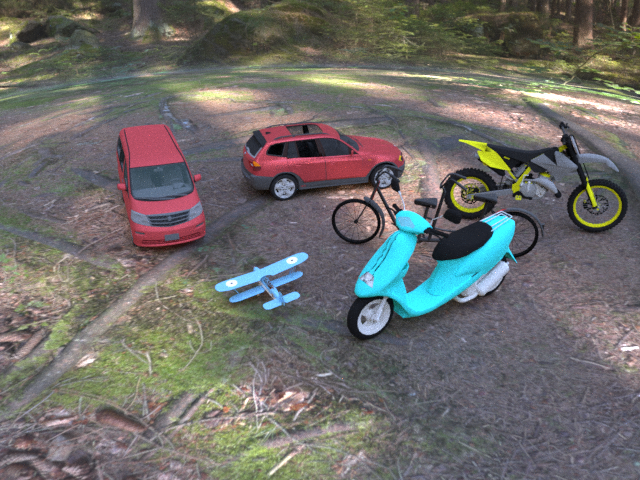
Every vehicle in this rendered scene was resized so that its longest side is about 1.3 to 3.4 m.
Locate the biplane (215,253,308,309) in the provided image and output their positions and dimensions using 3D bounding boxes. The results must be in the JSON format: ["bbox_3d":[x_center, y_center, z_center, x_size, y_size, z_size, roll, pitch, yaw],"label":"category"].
[{"bbox_3d":[-0.706,0.620,9.376,1.336,0.504,1.090,-12,29,-23],"label":"biplane"}]

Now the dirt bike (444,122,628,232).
[{"bbox_3d":[3.472,-0.995,11.274,2.903,1.666,1.024,7,28,14],"label":"dirt bike"}]

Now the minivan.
[{"bbox_3d":[-2.734,-0.963,11.730,1.324,1.197,3.011,-9,28,-17],"label":"minivan"}]

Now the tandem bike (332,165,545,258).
[{"bbox_3d":[1.745,-0.417,10.511,3.192,1.326,0.550,5,27,10],"label":"tandem bike"}]

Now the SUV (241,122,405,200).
[{"bbox_3d":[0.062,-1.570,13.001,3.058,1.128,1.276,-7,28,-14],"label":"SUV"}]

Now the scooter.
[{"bbox_3d":[1.494,0.176,8.835,2.721,1.786,1.288,-16,31,-28],"label":"scooter"}]
